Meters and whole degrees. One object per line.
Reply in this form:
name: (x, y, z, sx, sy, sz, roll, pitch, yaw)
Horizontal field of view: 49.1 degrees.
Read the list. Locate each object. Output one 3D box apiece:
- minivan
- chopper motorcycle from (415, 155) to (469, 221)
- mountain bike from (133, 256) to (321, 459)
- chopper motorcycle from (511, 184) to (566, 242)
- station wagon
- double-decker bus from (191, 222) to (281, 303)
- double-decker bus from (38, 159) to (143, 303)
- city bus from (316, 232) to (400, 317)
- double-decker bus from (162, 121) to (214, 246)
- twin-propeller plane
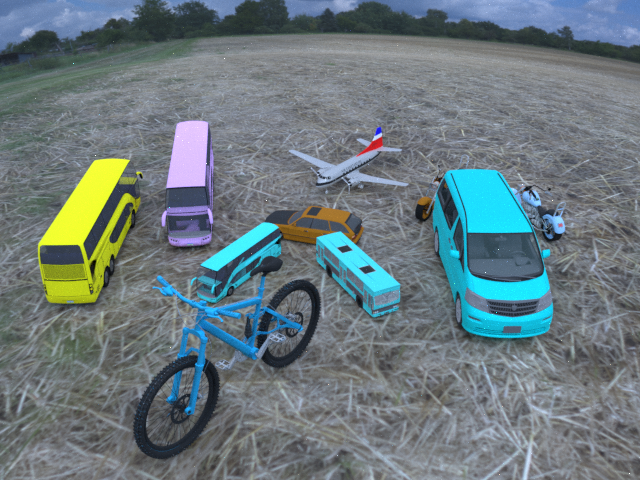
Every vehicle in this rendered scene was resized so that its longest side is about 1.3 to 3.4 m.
minivan: (2.342, 0.097, 9.758, 1.324, 1.197, 3.011, 0, 29, -1)
chopper motorcycle: (2.113, -0.901, 11.995, 0.466, 0.761, 1.563, 22, 36, 34)
mountain bike: (-0.891, 1.069, 7.511, 1.114, 1.688, 2.857, 20, 35, 32)
chopper motorcycle: (3.465, -0.566, 11.396, 0.466, 0.761, 1.563, -10, 31, -17)
station wagon: (-0.124, -0.258, 11.137, 1.597, 0.473, 0.682, 9, 30, 16)
double-decker bus: (-1.154, 0.319, 10.035, 0.389, 0.541, 1.672, 17, 33, 27)
double-decker bus: (-3.367, -0.270, 10.566, 0.756, 1.052, 3.251, -1, 29, -1)
city bus: (0.501, 0.469, 9.849, 0.476, 0.460, 1.674, -14, 32, -23)
double-decker bus: (-2.176, -1.004, 11.882, 0.756, 1.052, 3.251, -3, 29, -6)
twin-propeller plane: (0.585, -1.472, 12.988, 2.663, 0.792, 2.129, 21, 35, 32)
